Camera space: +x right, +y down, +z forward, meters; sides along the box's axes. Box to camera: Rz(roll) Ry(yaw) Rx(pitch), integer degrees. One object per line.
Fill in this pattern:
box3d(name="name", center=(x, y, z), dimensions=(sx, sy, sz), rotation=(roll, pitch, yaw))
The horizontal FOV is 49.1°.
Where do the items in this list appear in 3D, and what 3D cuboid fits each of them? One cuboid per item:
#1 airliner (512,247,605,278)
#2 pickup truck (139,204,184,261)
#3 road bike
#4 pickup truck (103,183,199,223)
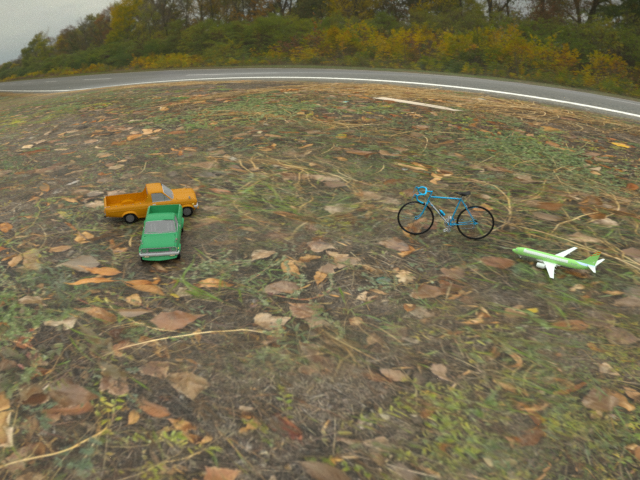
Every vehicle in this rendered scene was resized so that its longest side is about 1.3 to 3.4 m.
box3d(name="airliner", center=(3.503, 0.206, 10.417), dimensions=(1.307, 0.429, 1.161), rotation=(17, 31, 30))
box3d(name="pickup truck", center=(-2.507, -0.188, 11.122), dimensions=(0.640, 0.511, 1.603), rotation=(-3, 27, -7))
box3d(name="road bike", center=(2.019, -0.429, 11.225), dimensions=(1.545, 0.852, 0.358), rotation=(5, 27, 10))
box3d(name="pickup truck", center=(-2.925, -0.678, 12.114), dimensions=(1.603, 0.511, 0.640), rotation=(-8, 27, -15))
